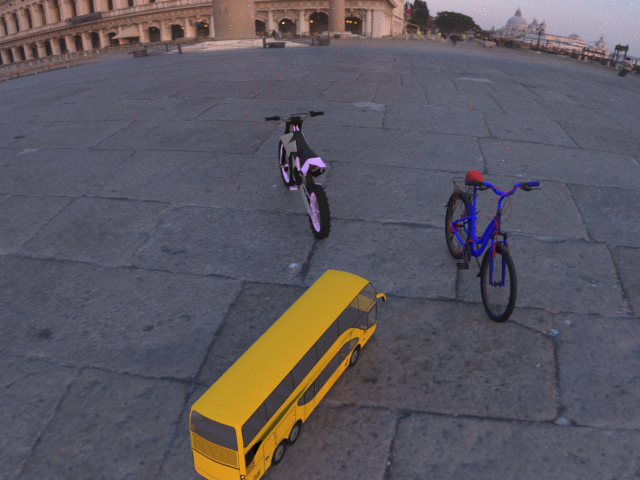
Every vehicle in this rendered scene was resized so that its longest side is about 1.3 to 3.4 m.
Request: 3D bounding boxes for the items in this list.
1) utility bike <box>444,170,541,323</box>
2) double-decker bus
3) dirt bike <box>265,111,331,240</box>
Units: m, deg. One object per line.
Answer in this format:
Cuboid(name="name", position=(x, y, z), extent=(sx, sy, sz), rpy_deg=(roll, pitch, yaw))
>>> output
Cuboid(name="utility bike", position=(2.366, -0.188, 9.988), extent=(1.039, 1.839, 2.791), rpy_deg=(-4, 31, -8))
Cuboid(name="double-decker bus", position=(-0.252, 1.414, 8.024), extent=(0.756, 1.052, 3.251), rpy_deg=(15, 34, 25))
Cuboid(name="dirt bike", position=(-0.333, -1.265, 12.003), extent=(1.024, 1.666, 2.903), rpy_deg=(-9, 31, -15))
